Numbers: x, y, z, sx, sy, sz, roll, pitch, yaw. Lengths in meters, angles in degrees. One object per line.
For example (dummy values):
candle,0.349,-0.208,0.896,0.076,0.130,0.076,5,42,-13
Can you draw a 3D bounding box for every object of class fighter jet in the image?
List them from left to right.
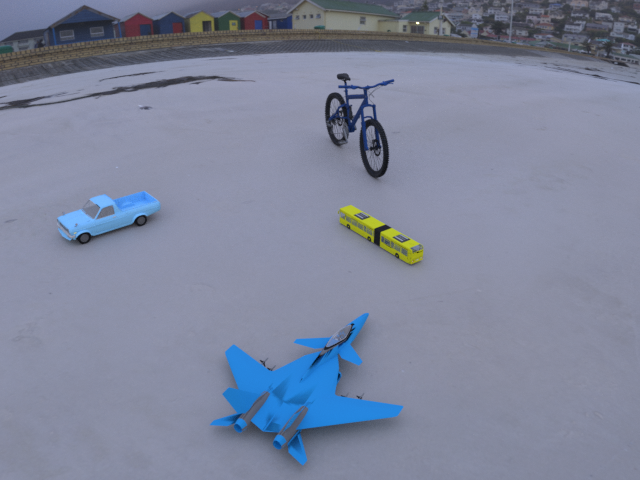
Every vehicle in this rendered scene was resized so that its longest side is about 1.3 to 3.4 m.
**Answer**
fighter jet,-0.018,1.351,7.993,2.229,0.557,2.640,15,32,25

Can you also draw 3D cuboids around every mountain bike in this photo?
mountain bike,0.667,-2.358,13.569,1.114,1.688,2.857,-11,31,-19

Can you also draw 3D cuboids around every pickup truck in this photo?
pickup truck,-3.403,-0.444,11.309,1.603,0.511,0.640,-21,35,-33

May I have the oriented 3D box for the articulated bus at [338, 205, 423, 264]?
articulated bus,0.919,-0.107,10.925,0.311,0.289,1.749,-20,34,-31
